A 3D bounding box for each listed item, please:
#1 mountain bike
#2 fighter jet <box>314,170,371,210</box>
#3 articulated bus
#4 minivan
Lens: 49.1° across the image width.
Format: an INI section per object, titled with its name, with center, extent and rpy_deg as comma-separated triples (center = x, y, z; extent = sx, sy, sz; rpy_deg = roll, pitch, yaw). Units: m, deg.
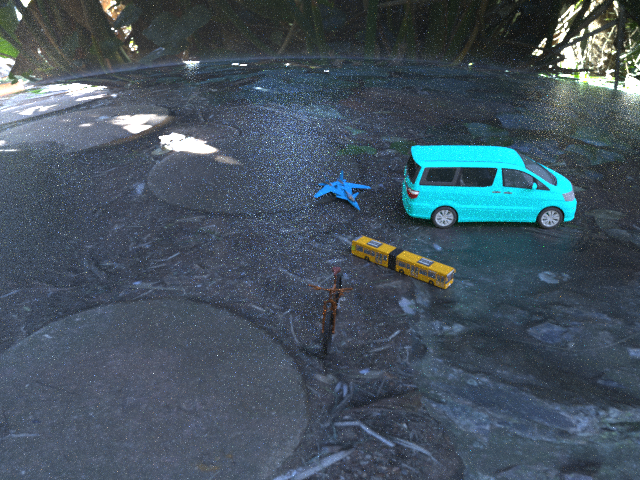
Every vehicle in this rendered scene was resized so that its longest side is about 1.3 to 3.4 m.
[mountain bike]
center = 0.171, 0.848, 9.368
extent = 0.573, 0.868, 1.469
rpy_deg = 4, 29, 8
[fighter jet]
center = 0.475, -0.922, 13.167
extent = 1.147, 0.286, 1.358
rpy_deg = -11, 31, -18
[articulated bus]
center = 1.269, 0.330, 10.902
extent = 1.749, 0.289, 0.311
rpy_deg = 21, 35, 32
[minivan]
center = 2.990, -0.982, 12.334
extent = 3.011, 1.197, 1.324
rpy_deg = 0, 29, 1
